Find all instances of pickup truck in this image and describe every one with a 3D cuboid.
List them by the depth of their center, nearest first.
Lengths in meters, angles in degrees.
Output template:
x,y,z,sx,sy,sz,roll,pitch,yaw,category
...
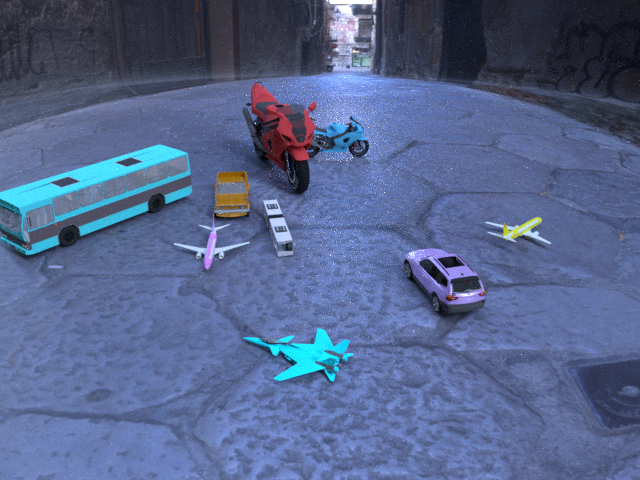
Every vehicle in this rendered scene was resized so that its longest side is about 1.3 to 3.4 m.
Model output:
x,y,z,sx,sy,sz,roll,pitch,yaw,category
-1.570,-0.878,12.445,0.640,0.511,1.603,-3,26,-5,pickup truck

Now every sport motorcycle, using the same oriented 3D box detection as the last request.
x,y,z,sx,sy,sz,roll,pitch,yaw,category
-0.798,-2.040,13.611,0.983,1.596,2.955,-10,27,-19,sport motorcycle
0.278,-2.147,14.730,1.520,0.821,0.506,-1,26,-1,sport motorcycle

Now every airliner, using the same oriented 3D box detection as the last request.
x,y,z,sx,sy,sz,roll,pitch,yaw,category
-1.668,0.025,10.656,1.161,0.429,1.307,-1,26,-2,airliner
3.248,-0.251,11.232,1.161,0.429,1.307,23,34,39,airliner

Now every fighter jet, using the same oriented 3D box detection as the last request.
x,y,z,sx,sy,sz,roll,pitch,yaw,category
-0.329,1.250,8.270,1.358,0.286,1.147,12,28,23,fighter jet

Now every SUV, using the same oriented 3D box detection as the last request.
x,y,z,sx,sy,sz,roll,pitch,yaw,category
1.688,0.461,9.573,0.656,0.580,1.572,-7,26,-14,SUV

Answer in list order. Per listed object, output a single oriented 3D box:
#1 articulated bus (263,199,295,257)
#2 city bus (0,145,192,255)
x,y,z,sx,sy,sz,roll,pitch,yaw,category
-0.698,-0.225,11.341,0.311,0.289,1.749,-5,26,-10,articulated bus
-3.649,-0.714,11.660,0.926,0.894,3.255,20,32,35,city bus
